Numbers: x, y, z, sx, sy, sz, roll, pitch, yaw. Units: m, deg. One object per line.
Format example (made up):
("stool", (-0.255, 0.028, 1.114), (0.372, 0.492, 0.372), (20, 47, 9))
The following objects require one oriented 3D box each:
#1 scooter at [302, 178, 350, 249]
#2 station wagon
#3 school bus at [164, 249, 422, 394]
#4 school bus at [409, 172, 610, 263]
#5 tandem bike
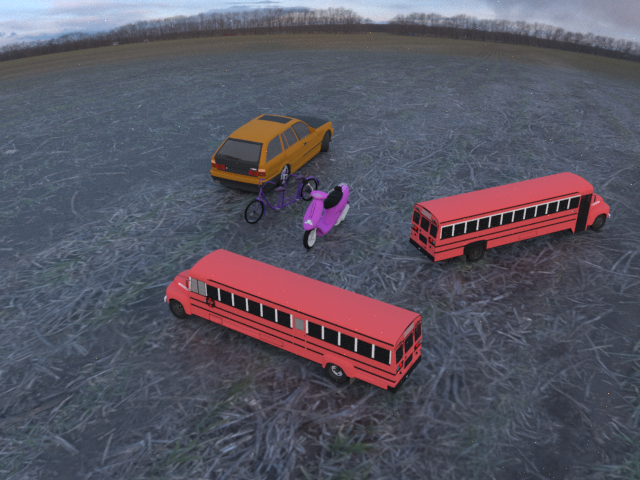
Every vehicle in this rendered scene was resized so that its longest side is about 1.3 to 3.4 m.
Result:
("scooter", (0.101, -0.510, 10.604), (0.662, 0.919, 1.399), (14, 32, 25))
("station wagon", (-0.791, -1.844, 13.052), (1.327, 0.920, 3.105), (12, 31, 22))
("school bus", (-0.449, 0.836, 8.211), (3.322, 0.844, 0.709), (17, 33, 28))
("school bus", (2.943, -0.383, 10.449), (3.322, 0.844, 0.709), (-12, 31, -21))
("tandem bike", (-0.593, -0.772, 11.333), (0.283, 0.682, 1.642), (25, 38, 38))
